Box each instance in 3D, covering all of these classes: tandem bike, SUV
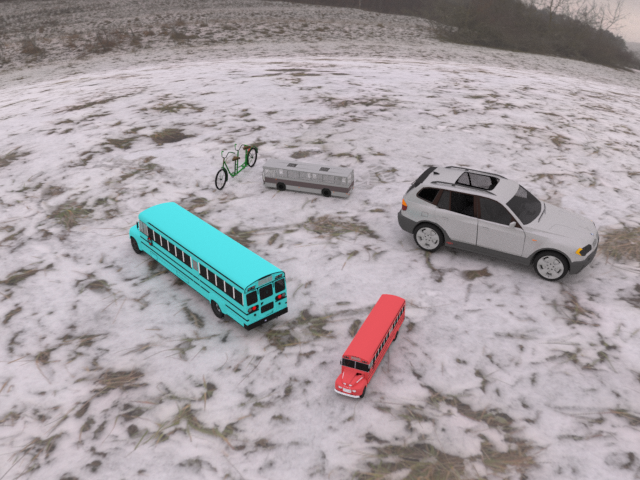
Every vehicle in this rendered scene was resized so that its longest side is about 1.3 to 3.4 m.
[{"bbox_3d":[-1.593,-1.522,13.472,0.283,0.682,1.642,12,31,21],"label":"tandem bike"},{"bbox_3d":[2.744,-0.359,10.883,3.058,1.128,1.276,14,32,24],"label":"SUV"}]

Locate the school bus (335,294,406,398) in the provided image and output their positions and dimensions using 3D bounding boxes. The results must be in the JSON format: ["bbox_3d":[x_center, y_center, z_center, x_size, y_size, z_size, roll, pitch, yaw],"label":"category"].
[{"bbox_3d":[0.635,1.280,8.614,0.365,0.434,1.708,12,31,20],"label":"school bus"}]

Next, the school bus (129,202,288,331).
[{"bbox_3d":[-1.755,0.235,10.094,0.709,0.844,3.322,-23,36,-35],"label":"school bus"}]

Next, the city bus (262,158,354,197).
[{"bbox_3d":[-0.223,-1.140,13.007,1.674,0.460,0.476,9,30,16],"label":"city bus"}]
